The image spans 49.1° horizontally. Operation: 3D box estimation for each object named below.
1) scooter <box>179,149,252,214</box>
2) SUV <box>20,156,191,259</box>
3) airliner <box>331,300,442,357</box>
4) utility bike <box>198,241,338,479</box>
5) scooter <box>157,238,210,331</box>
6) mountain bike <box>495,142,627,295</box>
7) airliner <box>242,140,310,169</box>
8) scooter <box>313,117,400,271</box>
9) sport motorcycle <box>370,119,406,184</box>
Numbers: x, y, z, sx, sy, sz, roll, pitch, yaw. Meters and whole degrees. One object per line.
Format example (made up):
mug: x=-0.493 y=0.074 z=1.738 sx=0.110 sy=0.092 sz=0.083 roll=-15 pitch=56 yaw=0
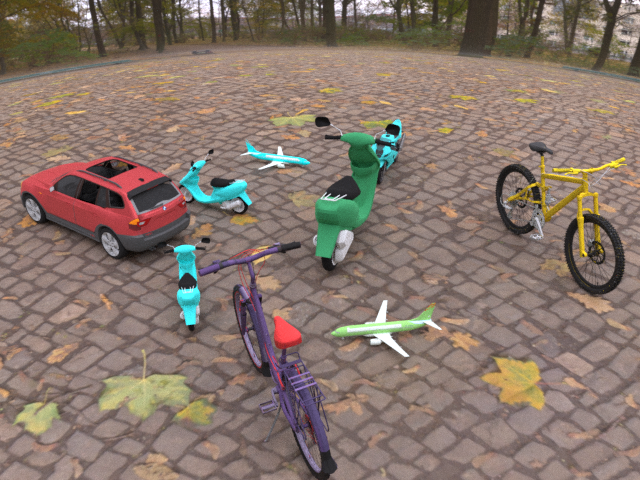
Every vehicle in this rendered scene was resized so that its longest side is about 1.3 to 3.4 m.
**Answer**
scooter: x=-1.758 y=-0.932 z=11.455 sx=1.399 sy=0.919 sz=0.662 roll=12 pitch=31 yaw=21
SUV: x=-3.388 y=-0.705 z=10.833 sx=3.058 sy=1.128 sz=1.276 roll=20 pitch=35 yaw=31
airliner: x=0.780 y=0.990 z=8.504 sx=1.307 sy=0.429 sz=1.161 roll=-4 pitch=29 yaw=-7
utility bike: x=-0.537 y=1.066 z=6.919 sx=1.039 sy=1.839 sz=2.791 roll=-12 pitch=31 yaw=-20
scooter: x=-1.690 y=0.476 z=8.925 sx=0.662 sy=0.919 sz=1.399 roll=-5 pitch=30 yaw=-10
mountain bike: x=3.317 y=-0.482 z=9.856 sx=1.114 sy=1.688 sz=2.857 roll=-10 pitch=31 yaw=-17
airliner: x=-0.813 y=-1.629 z=13.212 sx=1.307 sy=0.429 sz=1.161 roll=8 pitch=30 yaw=14
scooter: x=0.448 y=-0.812 z=10.347 sx=1.288 sy=1.786 sz=2.721 roll=9 pitch=30 yaw=15
sport motorcycle: x=1.235 y=-1.629 z=12.810 sx=0.506 sy=0.821 sz=1.520 roll=10 pitch=30 yaw=17
